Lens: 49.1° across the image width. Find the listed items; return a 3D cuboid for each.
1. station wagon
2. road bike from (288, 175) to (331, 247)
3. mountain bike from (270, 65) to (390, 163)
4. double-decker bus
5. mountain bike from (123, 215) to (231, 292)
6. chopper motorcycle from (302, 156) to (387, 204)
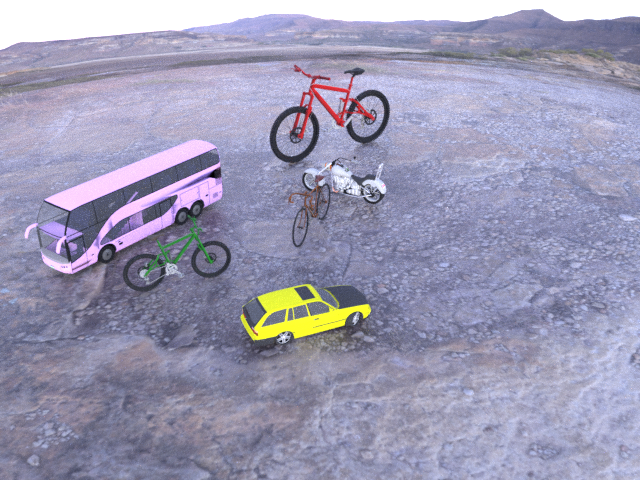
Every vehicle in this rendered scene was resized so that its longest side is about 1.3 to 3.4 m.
[{"bbox_3d":[-0.155,0.839,8.649,1.597,0.473,0.682,-12,31,-20],"label":"station wagon"},{"bbox_3d":[-0.116,-0.508,10.712,0.358,0.852,1.545,11,30,19],"label":"road bike"},{"bbox_3d":[0.246,-2.490,13.456,2.857,1.688,1.114,-19,34,-31],"label":"mountain bike"},{"bbox_3d":[-2.801,-0.553,10.586,0.756,1.052,3.251,19,34,31],"label":"double-decker bus"},{"bbox_3d":[-1.911,0.215,9.376,1.469,0.868,0.573,-11,31,-20],"label":"mountain bike"},{"bbox_3d":[0.396,-1.066,11.822,1.563,0.761,0.466,15,32,26],"label":"chopper motorcycle"}]
